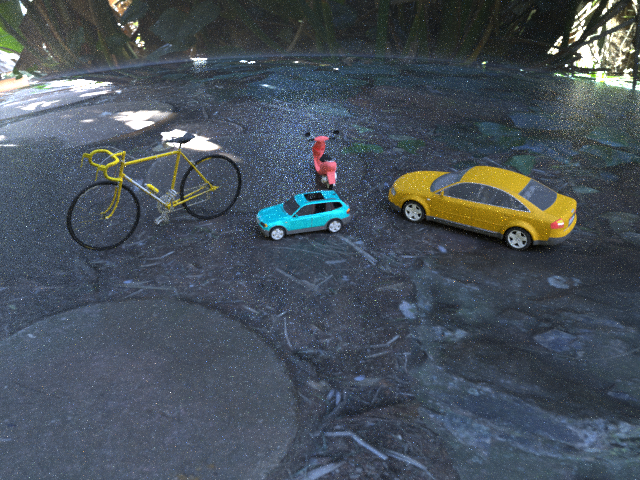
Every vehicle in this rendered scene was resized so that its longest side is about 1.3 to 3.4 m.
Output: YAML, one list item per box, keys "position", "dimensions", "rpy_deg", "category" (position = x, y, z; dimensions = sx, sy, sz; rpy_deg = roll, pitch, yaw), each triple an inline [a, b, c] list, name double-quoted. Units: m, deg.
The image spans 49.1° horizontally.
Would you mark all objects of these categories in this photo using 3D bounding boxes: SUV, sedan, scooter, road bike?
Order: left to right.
- position: [-2.573, -0.842, 11.159]
  dimensions: [3.004, 1.656, 0.697]
  rpy_deg: [-19, 34, -31]
  category: "road bike"
- position: [-0.276, -0.449, 11.560]
  dimensions: [1.572, 0.580, 0.656]
  rpy_deg: [-8, 30, -14]
  category: "SUV"
- position: [0.074, -1.563, 13.242]
  dimensions: [0.662, 0.919, 1.399]
  rpy_deg: [-6, 29, -11]
  category: "scooter"
- position: [2.644, -0.703, 11.649]
  dimensions: [3.137, 0.940, 1.235]
  rpy_deg: [16, 33, 27]
  category: "sedan"
